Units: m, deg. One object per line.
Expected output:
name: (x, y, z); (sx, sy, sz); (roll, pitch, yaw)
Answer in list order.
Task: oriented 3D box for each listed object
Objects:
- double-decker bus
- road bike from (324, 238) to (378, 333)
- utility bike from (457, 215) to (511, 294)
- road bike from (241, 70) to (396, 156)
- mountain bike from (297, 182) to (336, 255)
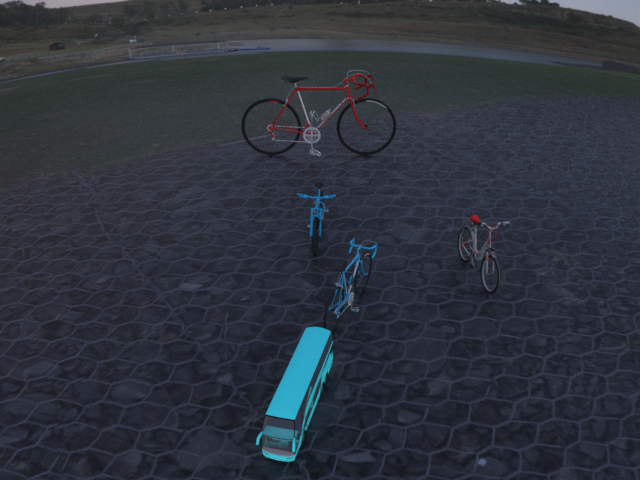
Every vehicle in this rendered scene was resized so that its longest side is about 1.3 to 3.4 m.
double-decker bus: (-0.216, 1.606, 7.409); (0.389, 0.541, 1.672); (7, 30, 13)
road bike: (0.379, 0.548, 8.988); (0.358, 0.852, 1.545); (13, 32, 22)
utility bike: (2.260, 0.069, 9.749); (0.535, 0.946, 1.435); (-6, 30, -11)
road bike: (-0.022, -2.406, 13.461); (3.004, 1.656, 0.697); (0, 29, 0)
mountain bike: (-0.033, -0.416, 10.699); (0.573, 0.868, 1.469); (2, 29, 4)
